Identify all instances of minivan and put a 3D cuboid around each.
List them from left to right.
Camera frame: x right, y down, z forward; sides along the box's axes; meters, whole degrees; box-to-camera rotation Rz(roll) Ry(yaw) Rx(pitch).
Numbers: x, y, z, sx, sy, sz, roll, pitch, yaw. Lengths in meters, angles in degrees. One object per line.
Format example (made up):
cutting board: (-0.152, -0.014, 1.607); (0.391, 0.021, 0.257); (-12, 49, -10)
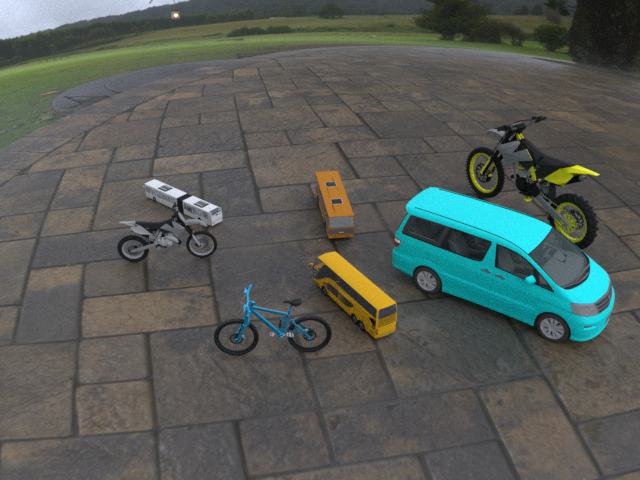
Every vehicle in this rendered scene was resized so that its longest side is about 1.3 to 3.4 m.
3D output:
minivan: (2.516, 0.274, 9.643); (3.011, 1.197, 1.324); (21, 37, 30)

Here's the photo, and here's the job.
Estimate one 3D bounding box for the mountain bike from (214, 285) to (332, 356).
mountain bike: (-0.586, 1.060, 8.659); (1.469, 0.868, 0.573); (-2, 31, -3)

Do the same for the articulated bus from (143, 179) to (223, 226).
articulated bus: (-2.378, -0.657, 12.061); (1.749, 0.289, 0.311); (23, 38, 33)

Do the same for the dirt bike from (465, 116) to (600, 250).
dirt bike: (3.388, -1.048, 11.377); (1.024, 1.666, 2.903); (-17, 35, -26)

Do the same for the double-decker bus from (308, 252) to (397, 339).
double-decker bus: (0.433, 0.702, 9.568); (0.389, 0.541, 1.672); (-18, 35, -27)

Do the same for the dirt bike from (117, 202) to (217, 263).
dirt bike: (-2.313, -0.068, 10.538); (1.493, 0.857, 0.527); (-3, 31, -5)

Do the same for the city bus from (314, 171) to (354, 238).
city bus: (0.229, -0.597, 11.797); (0.476, 0.460, 1.674); (-4, 31, -7)
